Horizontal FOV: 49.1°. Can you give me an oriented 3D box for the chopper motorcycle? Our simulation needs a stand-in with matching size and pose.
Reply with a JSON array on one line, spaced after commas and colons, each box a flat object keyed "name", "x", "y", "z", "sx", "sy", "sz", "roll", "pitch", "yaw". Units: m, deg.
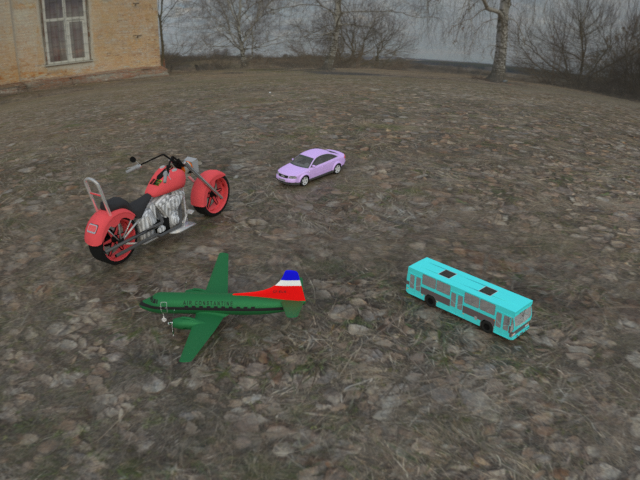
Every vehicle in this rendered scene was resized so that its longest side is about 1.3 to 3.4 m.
[{"name": "chopper motorcycle", "x": -2.451, "y": -0.693, "z": 10.958, "sx": 0.906, "sy": 1.480, "sz": 3.040, "roll": 15, "pitch": 29, "yaw": 28}]

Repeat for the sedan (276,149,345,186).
[{"name": "sedan", "x": -0.172, "y": -1.482, "z": 13.740, "sx": 0.635, "sy": 0.483, "sz": 1.613, "roll": 22, "pitch": 33, "yaw": 38}]

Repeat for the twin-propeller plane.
[{"name": "twin-propeller plane", "x": -1.246, "y": 0.714, "z": 8.834, "sx": 2.129, "sy": 0.792, "sz": 2.663, "roll": 1, "pitch": 26, "yaw": 2}]

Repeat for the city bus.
[{"name": "city bus", "x": 1.907, "y": 0.755, "z": 9.129, "sx": 0.476, "sy": 0.460, "sz": 1.674, "roll": -23, "pitch": 34, "yaw": -39}]
